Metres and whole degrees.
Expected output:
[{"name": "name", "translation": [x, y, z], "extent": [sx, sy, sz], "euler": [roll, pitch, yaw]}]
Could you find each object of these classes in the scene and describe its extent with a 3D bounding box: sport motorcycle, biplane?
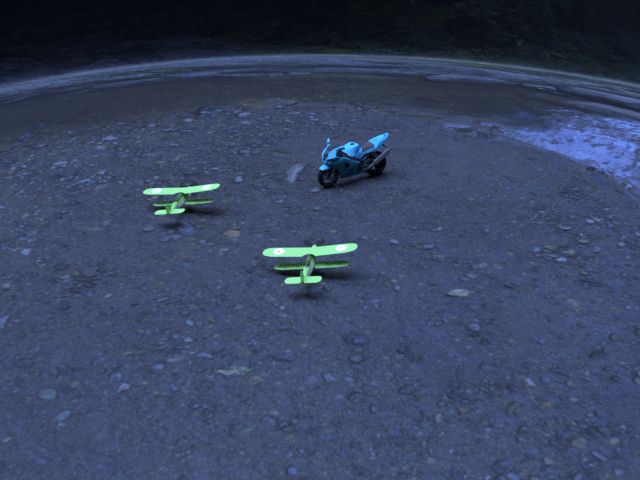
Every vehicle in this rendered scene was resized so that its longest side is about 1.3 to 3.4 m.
[{"name": "sport motorcycle", "translation": [0.609, -1.458, 12.689], "extent": [1.520, 0.821, 0.506], "euler": [-17, 32, -28]}, {"name": "biplane", "translation": [-2.325, -0.643, 11.498], "extent": [1.336, 0.504, 1.090], "euler": [5, 28, 9]}, {"name": "biplane", "translation": [-0.172, 0.337, 9.662], "extent": [1.336, 0.504, 1.090], "euler": [4, 28, 8]}]
